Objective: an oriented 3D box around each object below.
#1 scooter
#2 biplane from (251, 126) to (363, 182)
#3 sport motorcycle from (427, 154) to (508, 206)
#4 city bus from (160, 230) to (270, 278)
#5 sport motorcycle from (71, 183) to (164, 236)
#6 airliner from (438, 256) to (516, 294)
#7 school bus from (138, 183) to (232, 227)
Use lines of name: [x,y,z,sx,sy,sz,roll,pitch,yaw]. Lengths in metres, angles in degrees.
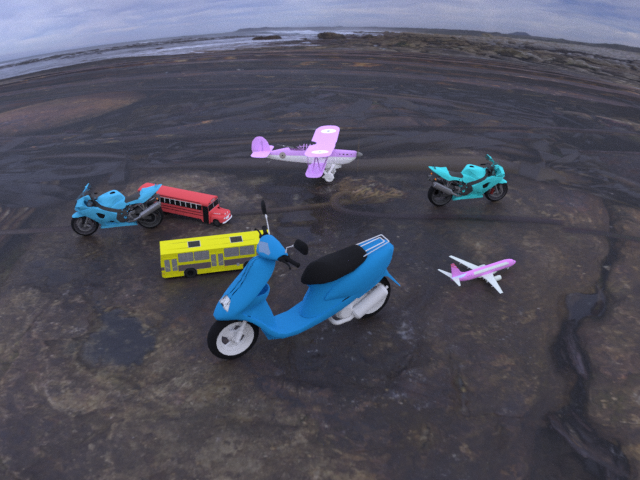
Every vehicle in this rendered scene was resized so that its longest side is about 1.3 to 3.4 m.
scooter: [-0.165,0.474,8.825,2.721,1.786,1.288,-14,33,-23]
biplane: [-0.246,-1.647,13.325,2.120,0.981,2.598,3,30,5]
sport motorcycle: [2.625,-1.019,12.392,1.520,0.821,0.506,-5,30,-8]
city bus: [-1.560,0.223,10.593,1.674,0.460,0.476,-7,31,-11]
sport motorcycle: [-3.329,-0.506,11.499,1.520,0.821,0.506,-8,31,-13]
airliner: [2.415,0.380,10.350,1.307,0.429,1.161,-16,33,-25]
school bus: [-2.332,-0.620,12.086,1.708,0.434,0.365,12,32,19]
